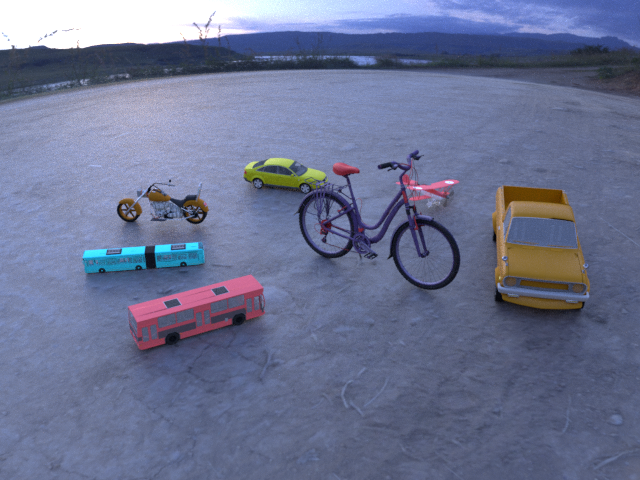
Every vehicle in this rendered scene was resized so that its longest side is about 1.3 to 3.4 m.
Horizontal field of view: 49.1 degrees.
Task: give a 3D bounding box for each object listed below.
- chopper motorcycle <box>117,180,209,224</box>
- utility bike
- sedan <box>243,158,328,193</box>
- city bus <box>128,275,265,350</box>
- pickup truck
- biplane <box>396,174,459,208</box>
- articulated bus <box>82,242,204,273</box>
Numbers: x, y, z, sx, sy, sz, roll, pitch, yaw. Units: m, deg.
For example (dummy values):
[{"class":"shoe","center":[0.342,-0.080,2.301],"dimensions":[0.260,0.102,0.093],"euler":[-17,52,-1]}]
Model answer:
[{"class":"chopper motorcycle","center":[-2.625,-0.632,11.617],"dimensions":[1.563,0.761,0.466],"euler":[4,27,7]},{"class":"utility bike","center":[0.795,-0.421,9.993],"dimensions":[2.791,1.839,1.039],"euler":[18,32,31]},{"class":"sedan","center":[-0.644,-1.250,13.159],"dimensions":[1.613,0.483,0.635],"euler":[7,28,14]},{"class":"city bus","center":[-1.538,0.916,8.864],"dimensions":[1.674,0.460,0.476],"euler":[-14,30,-26]},{"class":"pickup truck","center":[3.178,-0.079,10.254],"dimensions":[1.244,0.993,3.117],"euler":[5,27,11]},{"class":"biplane","center":[1.879,-0.893,12.424],"dimensions":[1.336,0.504,1.090],"euler":[-22,34,-37]},{"class":"articulated bus","center":[-2.604,0.260,10.364],"dimensions":[1.749,0.289,0.311],"euler":[-4,27,-8]}]
